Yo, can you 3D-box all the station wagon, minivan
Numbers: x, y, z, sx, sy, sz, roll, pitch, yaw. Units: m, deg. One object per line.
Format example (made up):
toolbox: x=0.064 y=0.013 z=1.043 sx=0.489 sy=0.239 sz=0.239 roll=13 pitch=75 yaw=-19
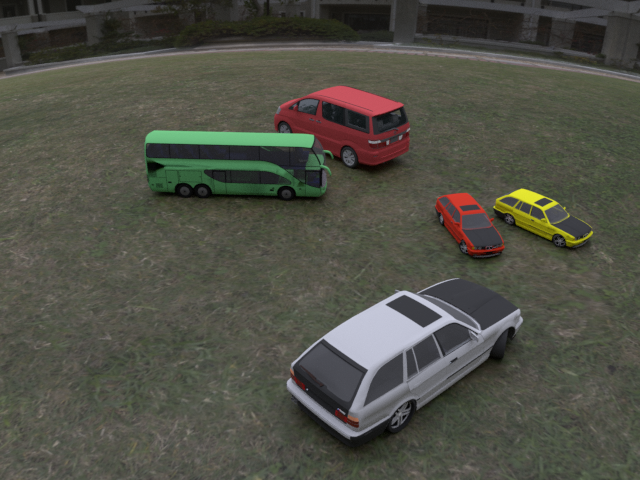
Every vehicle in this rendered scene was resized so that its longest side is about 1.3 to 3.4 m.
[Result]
station wagon: x=3.588 y=-0.392 z=11.256 sx=0.682 sy=0.473 sz=1.597 roll=-23 pitch=37 yaw=-33
station wagon: x=2.361 y=-0.289 z=11.079 sx=0.682 sy=0.473 sz=1.597 roll=-6 pitch=31 yaw=-11
station wagon: x=1.109 y=1.158 z=8.158 sx=3.105 sy=0.920 sz=1.327 roll=-24 pitch=38 yaw=-35
minivan: x=0.358 y=-2.403 z=13.984 sx=1.324 sy=1.197 sz=3.011 roll=-26 pitch=39 yaw=-37

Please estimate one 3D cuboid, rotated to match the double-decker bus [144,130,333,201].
double-decker bus: x=-1.405 y=-1.323 z=12.278 sx=3.251 sy=1.052 sz=0.756 roll=2 pitch=30 yaw=3
